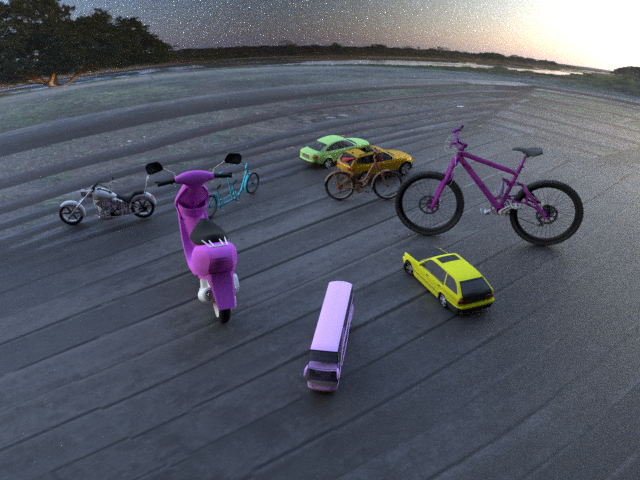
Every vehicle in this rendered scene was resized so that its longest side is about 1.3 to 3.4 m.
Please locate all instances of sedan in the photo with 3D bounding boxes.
[{"bbox_3d":[0.334,-1.869,14.233,1.613,0.483,0.635,-20,33,-33],"label":"sedan"}]

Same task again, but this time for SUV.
[{"bbox_3d":[1.060,-1.511,13.422,1.572,0.580,0.656,-16,31,-28],"label":"SUV"}]

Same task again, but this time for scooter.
[{"bbox_3d":[-1.572,-0.162,9.436,1.288,1.786,2.721,-9,28,-17],"label":"scooter"}]

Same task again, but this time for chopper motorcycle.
[{"bbox_3d":[-3.511,-0.658,11.545,1.563,0.761,0.466,-4,27,-9],"label":"chopper motorcycle"}]

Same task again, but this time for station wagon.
[{"bbox_3d":[1.741,0.446,9.690,0.682,0.473,1.597,-11,29,-20],"label":"station wagon"}]

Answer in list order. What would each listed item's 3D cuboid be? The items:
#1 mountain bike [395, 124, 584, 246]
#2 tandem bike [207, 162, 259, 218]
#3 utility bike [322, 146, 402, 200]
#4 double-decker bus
[{"bbox_3d":[2.586,-0.760,10.721,2.857,1.688,1.114,5,27,10],"label":"mountain bike"},{"bbox_3d":[-1.548,-0.910,12.128,0.283,0.682,1.642,16,31,28],"label":"tandem bike"},{"bbox_3d":[0.746,-1.171,12.350,1.435,0.946,0.535,-1,27,-1],"label":"utility bike"},{"bbox_3d":[0.143,1.121,8.288,0.389,0.541,1.672,4,27,8],"label":"double-decker bus"}]
